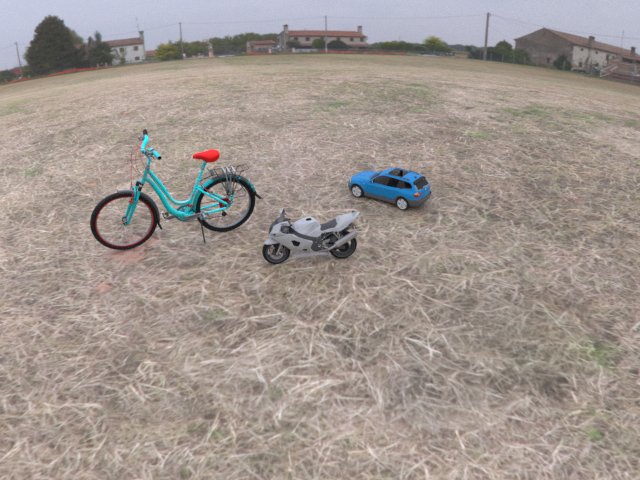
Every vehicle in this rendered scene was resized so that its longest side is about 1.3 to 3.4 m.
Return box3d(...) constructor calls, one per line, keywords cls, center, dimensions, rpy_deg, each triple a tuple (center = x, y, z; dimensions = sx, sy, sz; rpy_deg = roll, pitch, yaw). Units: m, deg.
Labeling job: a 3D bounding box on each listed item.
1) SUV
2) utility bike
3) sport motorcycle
box3d(cls="SUV", center=(1.277, -1.027, 12.913), dimensions=(1.572, 0.580, 0.656), rpy_deg=(18, 33, 31))
box3d(cls="utility bike", center=(-2.227, -0.759, 11.042), dimensions=(2.791, 1.839, 1.039), rpy_deg=(-11, 30, -21))
box3d(cls="sport motorcycle", center=(-0.140, -0.046, 10.777), dimensions=(1.520, 0.821, 0.506), rpy_deg=(-5, 28, -9))
